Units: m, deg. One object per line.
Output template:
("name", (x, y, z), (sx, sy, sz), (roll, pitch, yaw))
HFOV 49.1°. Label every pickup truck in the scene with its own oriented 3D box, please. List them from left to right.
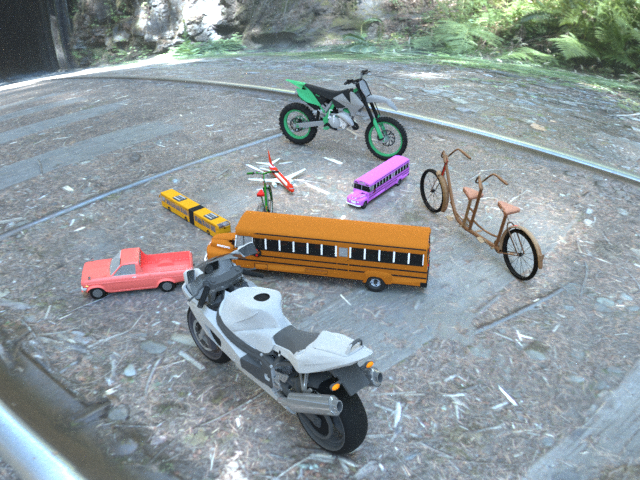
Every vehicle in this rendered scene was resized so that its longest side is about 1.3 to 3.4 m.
("pickup truck", (-2.615, 0.418, 10.058), (1.603, 0.511, 0.640), (-6, 30, -10))

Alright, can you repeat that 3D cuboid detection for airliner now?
("airliner", (-0.750, -1.273, 13.147), (1.161, 0.429, 1.307), (-13, 32, -21))

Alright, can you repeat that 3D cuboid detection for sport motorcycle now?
("sport motorcycle", (-0.574, 1.142, 7.666), (0.983, 1.596, 2.955), (-26, 38, -38))

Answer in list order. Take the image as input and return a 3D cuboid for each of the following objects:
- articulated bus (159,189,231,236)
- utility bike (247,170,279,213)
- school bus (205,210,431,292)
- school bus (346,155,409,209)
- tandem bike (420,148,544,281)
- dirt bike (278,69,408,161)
("articulated bus", (-2.126, -0.455, 11.836), (0.311, 0.289, 1.749), (-25, 38, -37))
("utility bike", (-0.943, -0.636, 11.488), (0.535, 0.946, 1.435), (1, 29, 3))
("school bus", (-0.065, 0.130, 10.232), (3.322, 0.844, 0.709), (6, 30, 10))
("school bus", (1.067, -1.068, 12.777), (0.365, 0.434, 1.708), (19, 35, 31))
("tandem bike", (2.430, -0.534, 10.920), (0.550, 1.326, 3.192), (-13, 32, -21))
("dirt bike", (0.435, -2.562, 14.176), (2.903, 1.666, 1.024), (14, 32, 23))
